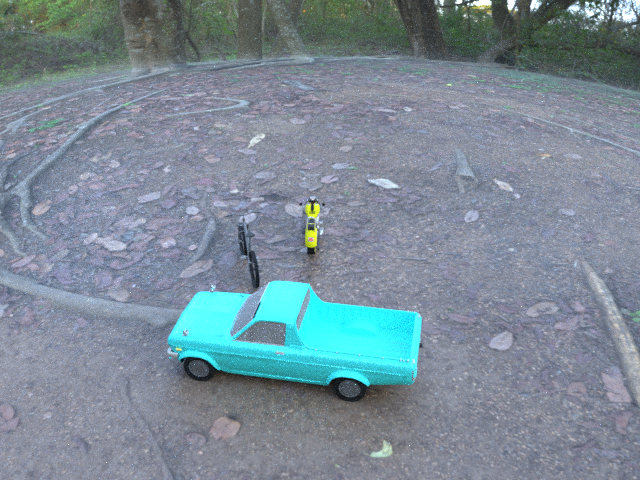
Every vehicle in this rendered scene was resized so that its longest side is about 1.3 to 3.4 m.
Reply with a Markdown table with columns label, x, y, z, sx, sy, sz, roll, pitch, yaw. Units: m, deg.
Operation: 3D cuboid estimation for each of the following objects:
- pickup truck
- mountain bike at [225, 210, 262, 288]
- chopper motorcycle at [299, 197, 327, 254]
| label | x | y | z | sx | sy | sz | roll | pitch | yaw |
| --- | --- | --- | --- | --- | --- | --- | --- | --- | --- |
| pickup truck | -0.296 | 1.140 | 8.695 | 3.117 | 0.993 | 1.244 | 5 | 30 | 10 |
| mountain bike | -1.105 | 0.088 | 10.713 | 0.573 | 0.868 | 1.469 | -8 | 30 | -14 |
| chopper motorcycle | -0.123 | -0.367 | 11.639 | 0.466 | 0.761 | 1.563 | 1 | 29 | 1 |
